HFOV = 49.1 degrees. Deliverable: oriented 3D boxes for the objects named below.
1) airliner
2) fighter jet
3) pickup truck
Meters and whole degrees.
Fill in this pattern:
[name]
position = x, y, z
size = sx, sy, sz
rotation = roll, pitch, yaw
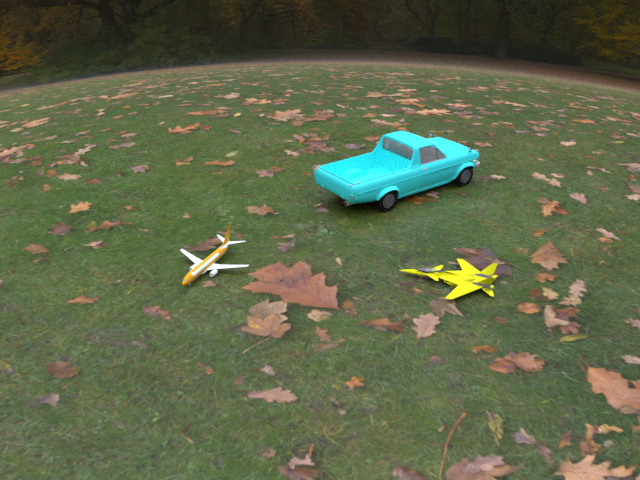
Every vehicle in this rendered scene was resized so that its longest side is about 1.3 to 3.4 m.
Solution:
[airliner]
position = -1.615, 0.232, 10.096
size = 1.161, 0.429, 1.307
rotation = 12, 30, 22
[fighter jet]
position = 1.789, 0.455, 9.824
size = 1.358, 0.286, 1.147
rotation = 8, 29, 16
[pickup truck]
position = 1.434, -1.343, 12.516
size = 3.117, 0.993, 1.244
rotation = -19, 33, -31
